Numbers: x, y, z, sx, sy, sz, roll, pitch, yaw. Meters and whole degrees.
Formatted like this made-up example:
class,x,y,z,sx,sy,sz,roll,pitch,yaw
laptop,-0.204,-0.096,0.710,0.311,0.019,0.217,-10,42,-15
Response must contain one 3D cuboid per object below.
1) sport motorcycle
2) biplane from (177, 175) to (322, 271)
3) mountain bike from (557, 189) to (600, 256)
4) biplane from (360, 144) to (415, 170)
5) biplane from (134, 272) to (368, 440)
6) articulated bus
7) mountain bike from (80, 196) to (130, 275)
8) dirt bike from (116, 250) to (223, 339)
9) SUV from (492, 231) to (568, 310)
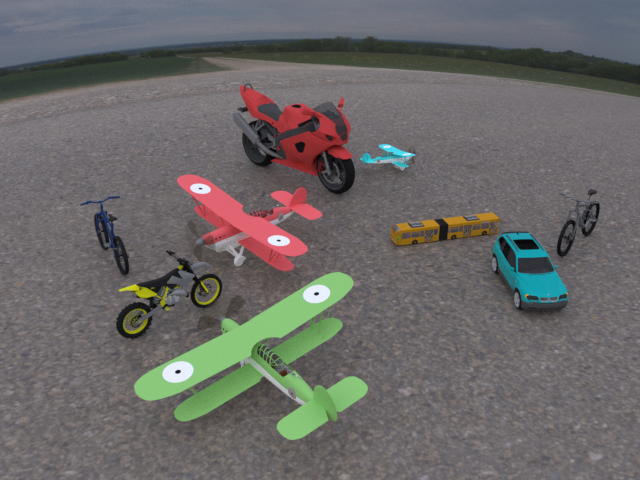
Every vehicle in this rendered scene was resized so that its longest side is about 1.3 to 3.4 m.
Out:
class,x,y,z,sx,sy,sz,roll,pitch,yaw
sport motorcycle,-0.470,-1.901,12.909,2.955,1.596,0.983,24,35,39
biplane,-0.933,-0.240,10.262,2.598,0.981,2.120,24,35,39
mountain bike,3.928,-0.321,10.550,0.573,0.868,1.469,21,33,36
biplane,1.313,-1.575,13.478,1.090,0.504,1.336,-9,28,-17
biplane,-0.516,1.302,7.163,2.598,0.981,2.120,-19,32,-33
articulated bus,1.966,-0.174,10.905,1.749,0.289,0.311,-7,27,-14
mountain bike,-3.034,-0.095,10.095,0.573,0.868,1.469,-15,30,-28
dirt bike,-1.849,0.637,8.637,1.493,0.857,0.527,-22,34,-36
SUV,2.810,0.387,9.450,0.656,0.580,1.572,-2,27,-4
